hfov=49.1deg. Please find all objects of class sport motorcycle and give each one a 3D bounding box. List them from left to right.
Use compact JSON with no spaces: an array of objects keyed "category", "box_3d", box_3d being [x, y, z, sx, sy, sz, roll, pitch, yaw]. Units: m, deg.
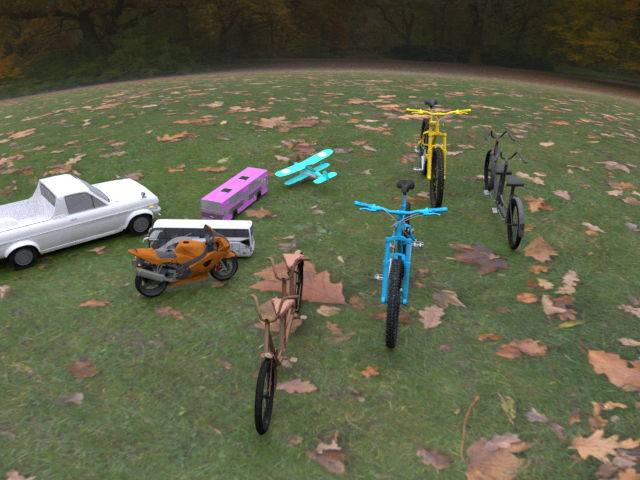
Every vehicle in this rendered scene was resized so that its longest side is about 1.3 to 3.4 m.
[{"category":"sport motorcycle","box_3d":[-1.875,0.311,9.781,1.520,0.821,0.506,-12,29,-23]}]

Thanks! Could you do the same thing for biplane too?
[{"category":"biplane","box_3d":[-0.193,-1.295,13.348,1.336,0.504,1.090,-20,33,-34]}]

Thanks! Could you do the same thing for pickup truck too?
[{"category":"pickup truck","box_3d":[-4.137,-0.418,11.047,3.117,0.993,1.244,-19,32,-33]}]

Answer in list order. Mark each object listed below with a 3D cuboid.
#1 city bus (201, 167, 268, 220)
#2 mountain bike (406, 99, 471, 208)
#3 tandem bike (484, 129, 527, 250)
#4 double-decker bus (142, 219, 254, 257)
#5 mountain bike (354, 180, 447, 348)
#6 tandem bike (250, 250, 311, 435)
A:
[{"category":"city bus","box_3d":[-1.476,-0.778,12.362,0.476,0.460,1.674,11,29,21]},{"category":"mountain bike","box_3d":[2.060,-1.727,12.889,1.114,1.688,2.857,1,27,2]},{"category":"tandem bike","box_3d":[3.093,-0.989,11.817,0.550,1.326,3.192,1,27,3]},{"category":"double-decker bus","box_3d":[-1.851,-0.022,10.760,1.672,0.541,0.389,1,27,2]},{"category":"mountain bike","box_3d":[1.052,0.112,9.210,1.114,1.688,2.857,4,27,9]},{"category":"tandem bike","box_3d":[-0.428,0.836,8.167,0.550,1.326,3.192,3,27,6]}]
